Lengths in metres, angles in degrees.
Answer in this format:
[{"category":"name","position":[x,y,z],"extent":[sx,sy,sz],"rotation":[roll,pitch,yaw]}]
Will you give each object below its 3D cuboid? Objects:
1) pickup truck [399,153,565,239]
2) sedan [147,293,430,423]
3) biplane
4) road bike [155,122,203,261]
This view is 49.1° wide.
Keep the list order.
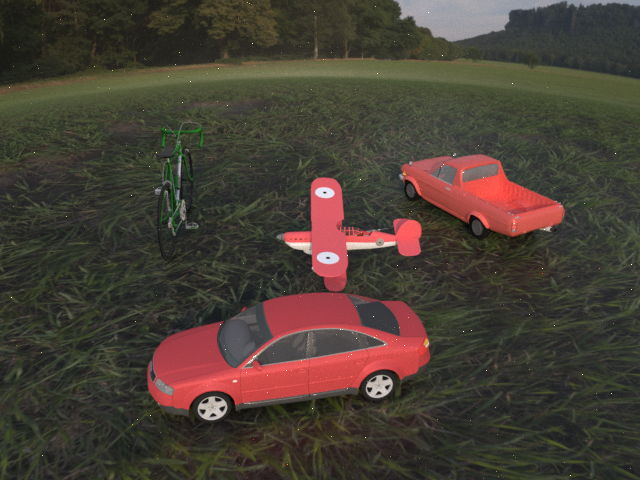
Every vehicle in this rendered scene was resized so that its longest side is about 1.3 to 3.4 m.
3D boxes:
[{"category":"pickup truck","position":[2.678,-0.878,12.061],"extent":[1.244,0.993,3.117],"rotation":[-13,28,-26]},{"category":"sedan","position":[-0.334,1.178,7.790],"extent":[3.137,0.940,1.235],"rotation":[-5,26,-11]},{"category":"biplane","position":[0.422,-0.004,10.232],"extent":[2.120,0.981,2.598],"rotation":[0,25,-1]},{"category":"road bike","position":[-2.322,-0.883,11.298],"extent":[0.696,1.656,3.004],"rotation":[0,25,-1]}]
